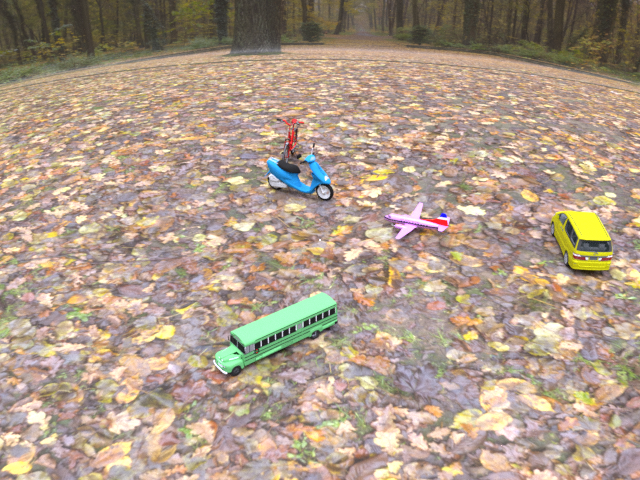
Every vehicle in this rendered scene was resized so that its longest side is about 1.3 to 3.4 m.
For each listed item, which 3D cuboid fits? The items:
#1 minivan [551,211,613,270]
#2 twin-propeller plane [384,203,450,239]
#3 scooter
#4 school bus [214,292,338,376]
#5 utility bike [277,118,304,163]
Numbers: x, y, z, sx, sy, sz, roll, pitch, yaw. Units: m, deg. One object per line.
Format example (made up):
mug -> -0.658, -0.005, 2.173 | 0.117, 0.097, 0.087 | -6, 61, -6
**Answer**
minivan -> 4.035, -0.099, 10.842 | 0.681, 0.616, 1.548 | 2, 30, 4
twin-propeller plane -> 1.567, -0.338, 11.476 | 1.095, 0.407, 1.370 | 12, 32, 20
scooter -> -0.386, -1.231, 12.536 | 1.399, 0.919, 0.662 | 14, 32, 23
school bus -> -0.544, 1.167, 8.787 | 1.708, 0.434, 0.365 | -21, 36, -32
utility bike -> -0.542, -1.999, 13.866 | 0.535, 0.946, 1.435 | 4, 30, 8
